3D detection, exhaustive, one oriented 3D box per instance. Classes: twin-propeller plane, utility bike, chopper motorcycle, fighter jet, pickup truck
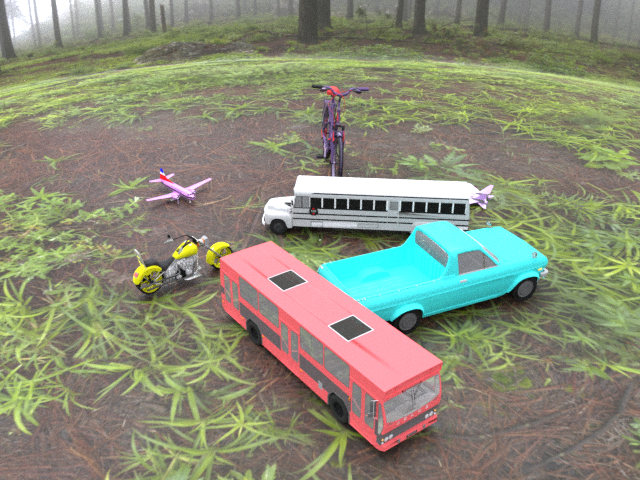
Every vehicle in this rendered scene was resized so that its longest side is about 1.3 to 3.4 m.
[{"bbox_3d":[-2.580,-0.971,12.594,1.370,0.407,1.095,-25,37,-38],"label":"twin-propeller plane"},{"bbox_3d":[0.336,-2.153,13.280,1.039,1.839,2.791,-2,28,-5],"label":"utility bike"},{"bbox_3d":[-1.933,0.253,9.950,1.563,0.761,0.466,-22,35,-34],"label":"chopper motorcycle"},{"bbox_3d":[2.403,-0.896,12.583,1.358,0.286,1.147,14,31,24],"label":"fighter jet"},{"bbox_3d":[1.559,0.379,9.473,3.117,0.993,1.244,-12,31,-21],"label":"pickup truck"}]

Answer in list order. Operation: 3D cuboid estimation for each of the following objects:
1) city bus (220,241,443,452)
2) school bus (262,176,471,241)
[{"bbox_3d":[-0.022,1.116,8.208,0.926,0.894,3.255,-19,34,-32],"label":"city bus"},{"bbox_3d":[0.722,-0.543,11.339,3.322,0.844,0.709,3,28,5],"label":"school bus"}]
